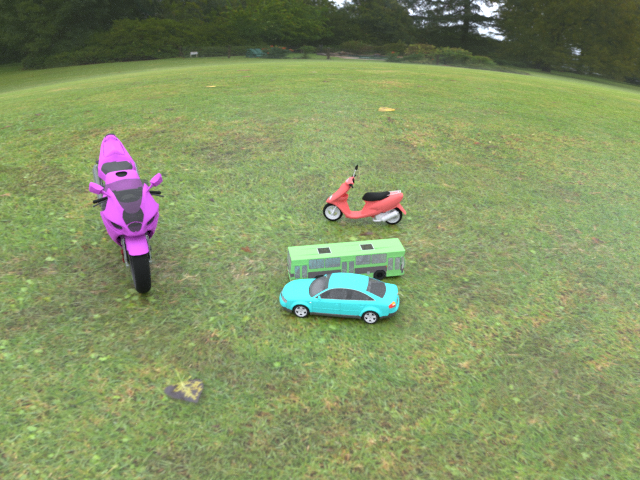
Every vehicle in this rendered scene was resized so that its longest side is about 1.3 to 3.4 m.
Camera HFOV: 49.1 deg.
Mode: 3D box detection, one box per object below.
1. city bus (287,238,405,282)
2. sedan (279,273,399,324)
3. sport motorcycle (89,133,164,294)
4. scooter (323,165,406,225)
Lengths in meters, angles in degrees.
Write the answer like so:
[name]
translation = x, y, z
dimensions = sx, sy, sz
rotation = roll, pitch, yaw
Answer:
[city bus]
translation = 0.376, 0.328, 10.170
dimensions = 1.674, 0.460, 0.476
rotation = -5, 28, -9
[sedan]
translation = 0.257, 0.725, 9.392
dimensions = 1.613, 0.483, 0.635
rotation = 4, 28, 8
[sport motorcycle]
translation = -2.895, -0.464, 10.456
dimensions = 0.983, 1.596, 2.955
rotation = -10, 29, -18
[scooter]
translation = 0.739, -0.702, 11.634
dimensions = 1.399, 0.919, 0.662
rotation = 4, 28, 7
